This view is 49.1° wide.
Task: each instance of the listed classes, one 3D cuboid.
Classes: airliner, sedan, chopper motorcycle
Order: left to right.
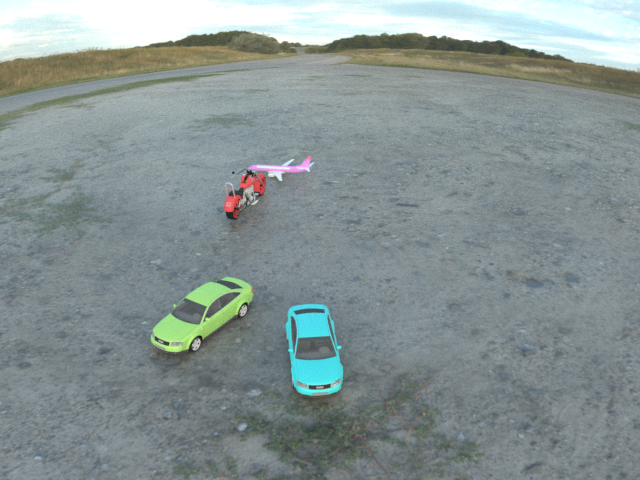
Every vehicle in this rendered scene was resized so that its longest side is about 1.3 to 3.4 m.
[{"bbox_3d":[-1.527,0.927,9.172,0.635,0.483,1.613,17,32,29],"label":"sedan"},{"bbox_3d":[-1.309,-0.925,12.421,0.466,0.761,1.563,8,29,16],"label":"chopper motorcycle"},{"bbox_3d":[-0.794,-1.492,13.866,1.307,0.429,1.161,5,28,9],"label":"airliner"},{"bbox_3d":[-0.082,1.270,8.513,0.635,0.483,1.613,-3,28,-5],"label":"sedan"}]
